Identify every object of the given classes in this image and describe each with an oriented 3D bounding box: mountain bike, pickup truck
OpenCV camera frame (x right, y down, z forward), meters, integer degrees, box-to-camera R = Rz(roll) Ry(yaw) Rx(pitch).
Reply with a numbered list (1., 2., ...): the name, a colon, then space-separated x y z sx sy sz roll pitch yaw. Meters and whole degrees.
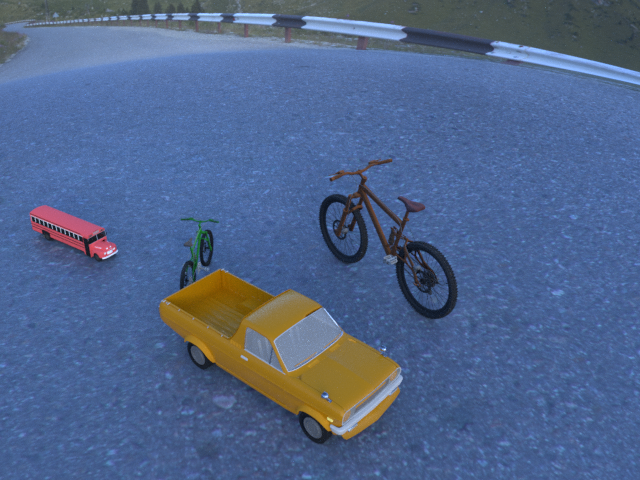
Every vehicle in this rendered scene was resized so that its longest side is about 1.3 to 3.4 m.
1. mountain bike: 0.881 -0.076 9.821 1.114 1.688 2.857 -21 36 -32
2. mountain bike: -1.782 0.211 10.143 0.573 0.868 1.469 4 30 7
3. pickup truck: -0.549 1.173 8.341 3.117 0.993 1.244 23 37 35

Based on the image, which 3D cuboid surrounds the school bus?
1. school bus: -3.924 -0.116 11.151 1.708 0.434 0.365 18 35 29
